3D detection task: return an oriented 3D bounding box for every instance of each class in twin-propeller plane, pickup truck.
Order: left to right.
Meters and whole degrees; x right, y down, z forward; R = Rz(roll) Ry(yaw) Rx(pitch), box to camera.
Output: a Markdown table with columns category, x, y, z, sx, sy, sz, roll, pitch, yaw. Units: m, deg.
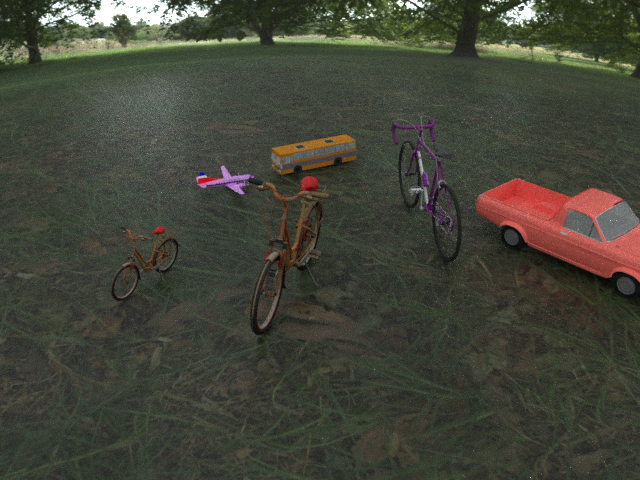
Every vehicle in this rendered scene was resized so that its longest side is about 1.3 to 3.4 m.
| category | x | y | z | sx | sy | sz | roll | pitch | yaw |
| --- | --- | --- | --- | --- | --- | --- | --- | --- | --- |
| twin-propeller plane | -1.693 | -1.115 | 12.746 | 1.095 | 0.407 | 1.370 | -11 | 30 | -19 |
| pickup truck | 3.872 | -0.216 | 10.474 | 1.244 | 0.993 | 3.117 | -23 | 36 | -35 |

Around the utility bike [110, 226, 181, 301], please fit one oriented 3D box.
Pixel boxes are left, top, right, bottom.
| category | x | y | z | sx | sy | sz | roll | pitch | yaw |
| --- | --- | --- | --- | --- | --- | --- | --- | --- | --- |
| utility bike | -2.377 | 0.219 | 9.721 | 0.535 | 0.946 | 1.435 | 15 | 32 | 25 |

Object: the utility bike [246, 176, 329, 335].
| category | x | y | z | sx | sy | sz | roll | pitch | yaw |
| --- | --- | --- | --- | --- | --- | --- | --- | --- | --- |
| utility bike | -0.290 | -0.048 | 9.276 | 1.039 | 1.839 | 2.791 | 8 | 30 | 15 |

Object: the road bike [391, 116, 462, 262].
| category | x | y | z | sx | sy | sz | roll | pitch | yaw |
| --- | --- | --- | --- | --- | --- | --- | --- | --- | --- |
| road bike | 1.697 | -0.906 | 11.050 | 0.696 | 1.656 | 3.004 | -5 | 29 | -9 |

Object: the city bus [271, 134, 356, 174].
| category | x | y | z | sx | sy | sz | roll | pitch | yaw |
| --- | --- | --- | --- | --- | --- | --- | --- | --- | --- |
| city bus | -0.112 | -1.660 | 13.694 | 1.674 | 0.460 | 0.476 | -14 | 31 | -24 |
